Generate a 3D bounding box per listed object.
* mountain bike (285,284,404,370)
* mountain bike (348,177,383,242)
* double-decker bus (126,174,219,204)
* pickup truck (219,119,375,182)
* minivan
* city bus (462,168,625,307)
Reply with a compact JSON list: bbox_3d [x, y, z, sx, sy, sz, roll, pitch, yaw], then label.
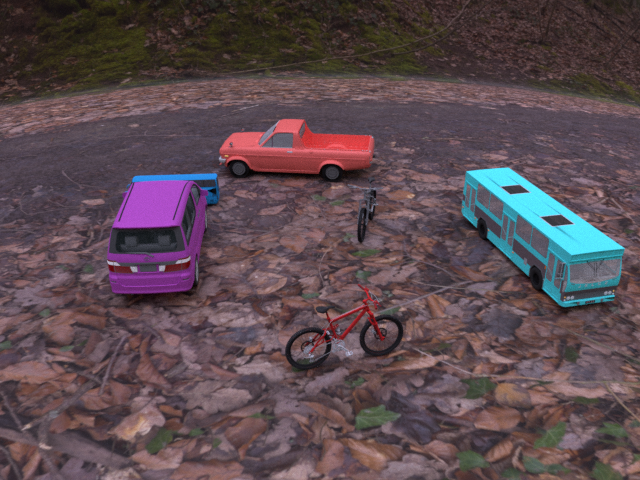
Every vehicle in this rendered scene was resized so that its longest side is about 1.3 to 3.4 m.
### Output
[{"bbox_3d":[0.303,1.062,8.172,1.469,0.868,0.573,-8,27,-16],"label":"mountain bike"},{"bbox_3d":[0.783,-0.577,11.578,0.573,0.868,1.469,6,26,12],"label":"mountain bike"},{"bbox_3d":[-2.659,-0.886,12.598,1.672,0.541,0.389,-2,26,-5],"label":"double-decker bus"},{"bbox_3d":[-0.450,-1.865,14.113,3.117,0.993,1.244,3,26,6],"label":"pickup truck"},{"bbox_3d":[-2.374,-0.262,10.545,1.324,1.197,3.011,-2,26,-4],"label":"minivan"},{"bbox_3d":[3.205,-0.125,10.609,0.926,0.894,3.255,-6,26,-12],"label":"city bus"}]
